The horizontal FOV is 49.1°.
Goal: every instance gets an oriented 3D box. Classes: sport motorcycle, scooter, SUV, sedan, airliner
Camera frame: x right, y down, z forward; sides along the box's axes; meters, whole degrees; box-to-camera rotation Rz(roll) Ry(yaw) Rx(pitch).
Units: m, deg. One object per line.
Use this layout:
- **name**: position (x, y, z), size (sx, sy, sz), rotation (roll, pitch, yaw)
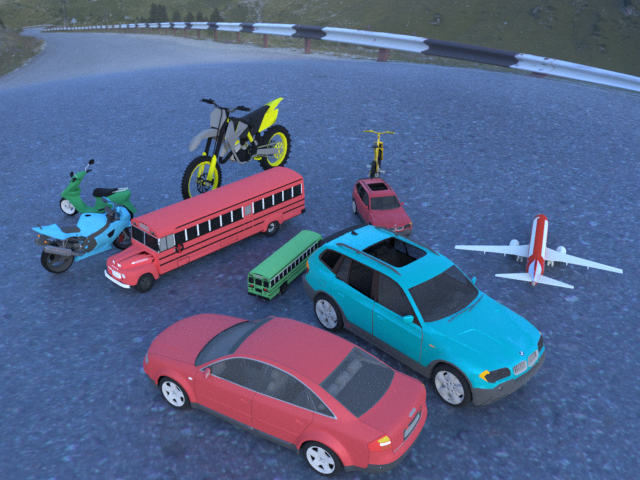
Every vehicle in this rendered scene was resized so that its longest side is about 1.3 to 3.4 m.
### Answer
- **sport motorcycle**: position (-3.308, -0.067, 10.028), size (1.520, 0.821, 0.506), rotation (-22, 35, -36)
- **scooter**: position (-3.611, -0.747, 11.233), size (1.399, 0.919, 0.662), rotation (8, 28, 14)
- **SUV**: position (0.966, -0.526, 11.176), size (0.656, 0.580, 1.572), rotation (-6, 28, -12)
- **sedan**: position (-0.451, 1.354, 7.158), size (3.137, 0.940, 1.235), rotation (15, 31, 27)
- **airliner**: position (3.110, -0.027, 9.935), size (2.257, 0.835, 2.541), rotation (9, 29, 16)
- **SUV**: position (1.116, 0.732, 8.153), size (1.276, 1.128, 3.058), rotation (-23, 35, -37)

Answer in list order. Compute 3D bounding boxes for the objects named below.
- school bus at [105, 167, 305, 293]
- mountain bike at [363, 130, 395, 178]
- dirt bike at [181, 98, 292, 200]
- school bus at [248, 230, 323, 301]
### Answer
- **school bus**: position (-1.615, -0.226, 10.310), size (0.709, 0.844, 3.322), rotation (24, 36, 38)
- **mountain bike**: position (1.023, -1.465, 12.674), size (0.573, 0.868, 1.469), rotation (5, 28, 9)
- **dirt bike**: position (-1.388, -1.654, 12.170), size (1.024, 1.666, 2.903), rotation (17, 32, 30)
- **school bus**: position (-0.393, 0.294, 9.752), size (0.365, 0.434, 1.708), rotation (14, 31, 25)
